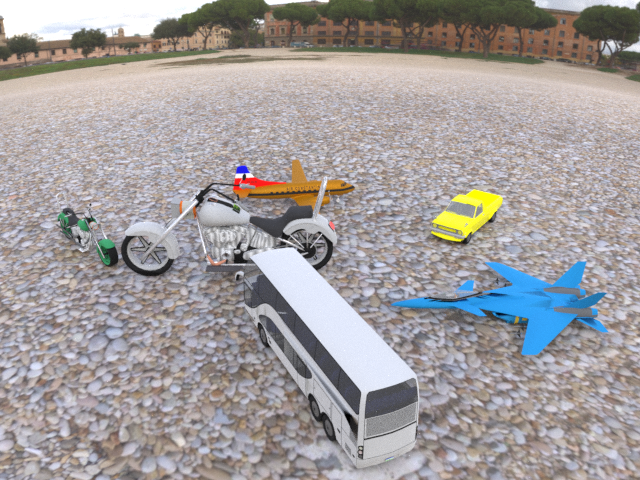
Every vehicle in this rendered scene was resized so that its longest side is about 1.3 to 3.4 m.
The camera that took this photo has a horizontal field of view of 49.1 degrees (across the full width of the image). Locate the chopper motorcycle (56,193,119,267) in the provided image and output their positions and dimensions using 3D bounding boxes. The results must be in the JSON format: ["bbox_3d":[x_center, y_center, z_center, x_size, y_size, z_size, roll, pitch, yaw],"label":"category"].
[{"bbox_3d":[-3.524,-0.165,10.530,1.563,0.761,0.466,24,36,39],"label":"chopper motorcycle"}]

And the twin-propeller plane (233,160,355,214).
[{"bbox_3d":[-0.433,-0.961,12.060,2.129,0.792,2.663,-4,27,-8],"label":"twin-propeller plane"}]

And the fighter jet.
[{"bbox_3d":[2.244,0.702,9.051,2.640,0.557,2.229,0,27,1],"label":"fighter jet"}]

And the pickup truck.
[{"bbox_3d":[2.405,-0.456,11.378,0.640,0.511,1.603,18,32,31],"label":"pickup truck"}]

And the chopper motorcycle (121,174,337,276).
[{"bbox_3d":[-1.280,-0.194,9.794,3.040,1.480,0.906,0,27,0],"label":"chopper motorcycle"}]

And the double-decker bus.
[{"bbox_3d":[-0.037,1.092,7.739,0.756,1.052,3.251,-12,29,-23],"label":"double-decker bus"}]
